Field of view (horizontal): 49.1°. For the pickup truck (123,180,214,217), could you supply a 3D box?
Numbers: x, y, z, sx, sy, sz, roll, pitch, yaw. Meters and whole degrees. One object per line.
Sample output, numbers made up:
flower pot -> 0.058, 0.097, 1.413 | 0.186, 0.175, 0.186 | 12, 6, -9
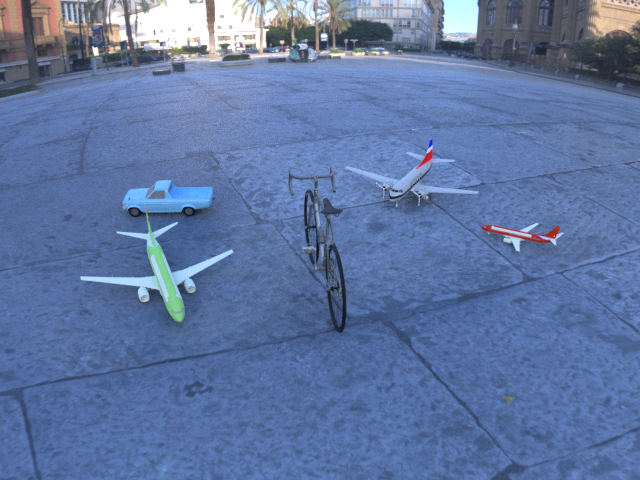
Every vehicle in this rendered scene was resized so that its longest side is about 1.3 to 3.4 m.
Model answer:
pickup truck -> -2.733, -0.775, 12.625 | 1.603, 0.511, 0.640 | -1, 27, -2

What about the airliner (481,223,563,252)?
airliner -> 3.297, -0.172, 11.541 | 1.307, 0.429, 1.161 | 15, 31, 27

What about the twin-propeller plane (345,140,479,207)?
twin-propeller plane -> 1.768, -1.264, 13.267 | 2.663, 0.792, 2.129 | 14, 30, 25

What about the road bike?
road bike -> 0.036, -0.003, 9.874 | 0.696, 1.656, 3.004 | -5, 28, -9

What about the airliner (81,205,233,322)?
airliner -> -2.297, 0.318, 10.148 | 2.257, 0.835, 2.541 | -10, 29, -19
